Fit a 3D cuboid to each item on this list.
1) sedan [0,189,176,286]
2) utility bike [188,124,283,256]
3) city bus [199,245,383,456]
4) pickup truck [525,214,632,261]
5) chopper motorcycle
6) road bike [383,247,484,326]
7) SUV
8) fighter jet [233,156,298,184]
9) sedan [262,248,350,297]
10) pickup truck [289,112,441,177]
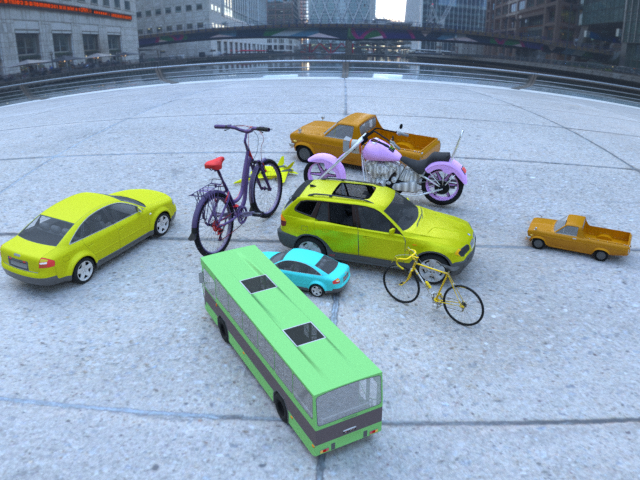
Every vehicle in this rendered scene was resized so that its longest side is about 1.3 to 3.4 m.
[{"bbox_3d":[-3.550,-0.255,11.089,1.235,0.940,3.137,13,30,25],"label":"sedan"},{"bbox_3d":[-1.412,-0.918,11.407,1.039,1.839,2.791,12,29,23],"label":"utility bike"},{"bbox_3d":[-0.470,1.170,8.300,0.926,0.894,3.255,-14,30,-25],"label":"city bus"},{"bbox_3d":[4.152,-0.089,11.236,1.603,0.511,0.640,12,29,22],"label":"pickup truck"},{"bbox_3d":[1.175,-1.419,12.806,3.040,1.480,0.906,7,28,15],"label":"chopper motorcycle"},{"bbox_3d":[1.510,0.623,9.436,1.545,0.852,0.358,19,32,32],"label":"road bike"},{"bbox_3d":[0.867,-0.229,10.826,3.058,1.128,1.276,8,28,16],"label":"SUV"},{"bbox_3d":[-1.154,-1.363,14.024,1.358,0.286,1.147,-18,32,-32],"label":"fighter jet"},{"bbox_3d":[-0.353,0.402,10.287,1.613,0.483,0.635,10,28,20],"label":"sedan"},{"bbox_3d":[0.905,-2.075,14.655,3.117,0.993,1.244,14,30,25],"label":"pickup truck"}]
